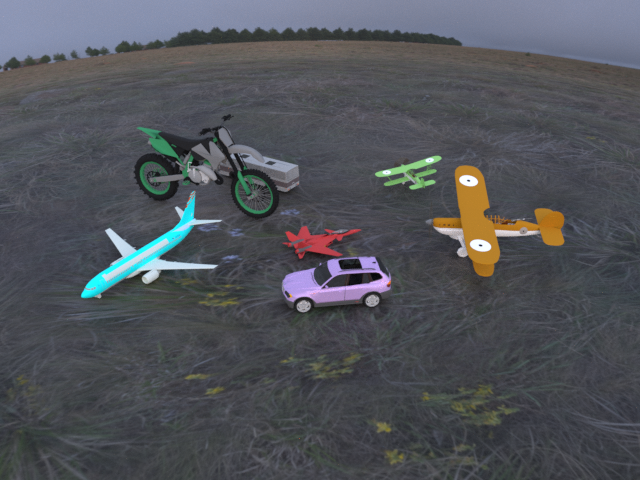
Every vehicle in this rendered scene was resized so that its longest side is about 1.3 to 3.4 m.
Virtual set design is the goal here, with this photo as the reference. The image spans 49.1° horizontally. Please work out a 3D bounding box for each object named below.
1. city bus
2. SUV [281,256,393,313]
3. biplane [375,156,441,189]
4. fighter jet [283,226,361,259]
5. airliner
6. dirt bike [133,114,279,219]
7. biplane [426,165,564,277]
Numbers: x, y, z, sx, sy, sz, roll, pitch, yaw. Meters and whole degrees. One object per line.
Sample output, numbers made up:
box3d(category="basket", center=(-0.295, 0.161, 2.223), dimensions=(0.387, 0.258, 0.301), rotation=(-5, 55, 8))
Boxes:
box3d(category="city bus", center=(-1.206, -1.343, 13.549), dimensions=(1.674, 0.460, 0.476), rotation=(17, 33, 28))
box3d(category="SUV", center=(0.237, 0.589, 9.898), dimensions=(1.572, 0.580, 0.656), rotation=(-4, 29, -7))
box3d(category="biplane", center=(1.732, -1.203, 13.247), dimensions=(1.336, 0.504, 1.090), rotation=(-9, 30, -16))
box3d(category="fighter jet", center=(0.113, -0.079, 11.423), dimensions=(1.358, 0.286, 1.147), rotation=(-16, 33, -27))
box3d(category="airliner", center=(-2.654, 0.068, 10.584), dimensions=(2.257, 0.835, 2.541), rotation=(16, 33, 27))
box3d(category="dirt bike", center=(-2.040, -1.299, 12.212), dimensions=(2.903, 1.666, 1.024), rotation=(11, 31, 19))
box3d(category="biplane", center=(2.712, -0.198, 10.918), dimensions=(2.120, 0.981, 2.598), rotation=(2, 29, 3))
